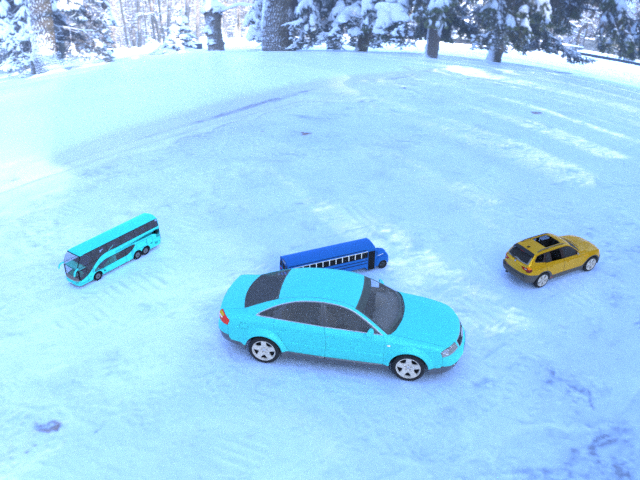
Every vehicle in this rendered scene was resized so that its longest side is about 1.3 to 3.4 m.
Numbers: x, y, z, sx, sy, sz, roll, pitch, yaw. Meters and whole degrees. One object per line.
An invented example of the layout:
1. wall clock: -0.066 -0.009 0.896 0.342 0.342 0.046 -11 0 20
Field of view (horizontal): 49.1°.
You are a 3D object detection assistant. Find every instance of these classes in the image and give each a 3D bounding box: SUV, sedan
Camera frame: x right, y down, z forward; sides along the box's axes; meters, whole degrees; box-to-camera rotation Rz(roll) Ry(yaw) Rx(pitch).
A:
1. SUV: 3.510 0.209 10.548 1.572 0.580 0.656 -15 33 -24
2. sedan: 0.269 0.947 8.898 3.137 0.940 1.235 6 30 10

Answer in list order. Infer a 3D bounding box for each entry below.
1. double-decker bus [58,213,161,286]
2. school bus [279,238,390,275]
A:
1. double-decker bus: -3.173 0.142 10.705 0.389 0.541 1.672 20 35 31
2. school bus: 0.245 0.311 10.517 1.708 0.434 0.365 -12 32 -20
